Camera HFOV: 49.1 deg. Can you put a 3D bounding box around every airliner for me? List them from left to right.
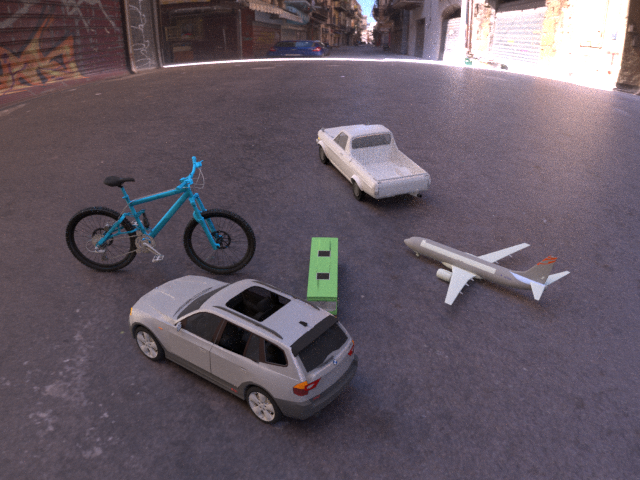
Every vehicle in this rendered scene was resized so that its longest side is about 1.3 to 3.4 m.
[{"bbox_3d":[2.290,0.212,10.359,2.541,0.835,2.257,24,37,36],"label":"airliner"}]

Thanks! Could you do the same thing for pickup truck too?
[{"bbox_3d":[0.951,-1.635,13.552,1.244,0.993,3.117,-10,30,-17],"label":"pickup truck"}]

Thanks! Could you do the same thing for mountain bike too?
[{"bbox_3d":[-2.380,-0.244,10.304,2.857,1.688,1.114,1,29,2],"label":"mountain bike"}]

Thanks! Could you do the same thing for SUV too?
[{"bbox_3d":[-1.004,1.080,8.478,3.058,1.128,1.276,20,34,31],"label":"SUV"}]

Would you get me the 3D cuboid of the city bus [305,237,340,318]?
[{"bbox_3d":[0.051,0.557,10.121,0.476,0.460,1.674,1,29,1],"label":"city bus"}]
